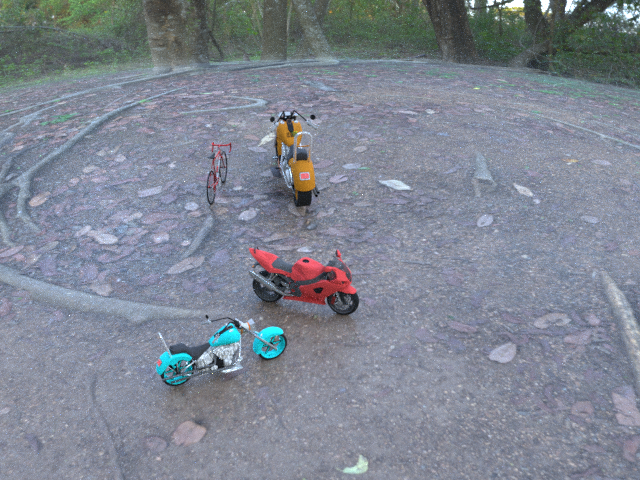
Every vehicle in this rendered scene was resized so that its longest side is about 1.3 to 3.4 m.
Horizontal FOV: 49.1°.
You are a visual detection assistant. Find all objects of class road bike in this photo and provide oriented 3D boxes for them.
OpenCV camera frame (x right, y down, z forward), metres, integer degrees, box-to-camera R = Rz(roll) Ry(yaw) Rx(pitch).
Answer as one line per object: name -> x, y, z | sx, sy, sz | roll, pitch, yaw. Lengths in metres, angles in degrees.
road bike -> -1.844, -1.244, 12.542 | 0.358, 0.852, 1.545 | 3, 28, 5

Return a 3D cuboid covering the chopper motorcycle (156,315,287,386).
chopper motorcycle -> -1.114, 1.201, 8.037 | 1.563, 0.761, 0.466 | -14, 31, -24

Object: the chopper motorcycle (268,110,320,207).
chopper motorcycle -> -0.518, -1.710, 12.750 | 0.906, 1.480, 3.040 | -5, 28, -10

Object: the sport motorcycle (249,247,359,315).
sport motorcycle -> -0.216, 0.537, 9.224 | 1.520, 0.821, 0.506 | 9, 29, 16
